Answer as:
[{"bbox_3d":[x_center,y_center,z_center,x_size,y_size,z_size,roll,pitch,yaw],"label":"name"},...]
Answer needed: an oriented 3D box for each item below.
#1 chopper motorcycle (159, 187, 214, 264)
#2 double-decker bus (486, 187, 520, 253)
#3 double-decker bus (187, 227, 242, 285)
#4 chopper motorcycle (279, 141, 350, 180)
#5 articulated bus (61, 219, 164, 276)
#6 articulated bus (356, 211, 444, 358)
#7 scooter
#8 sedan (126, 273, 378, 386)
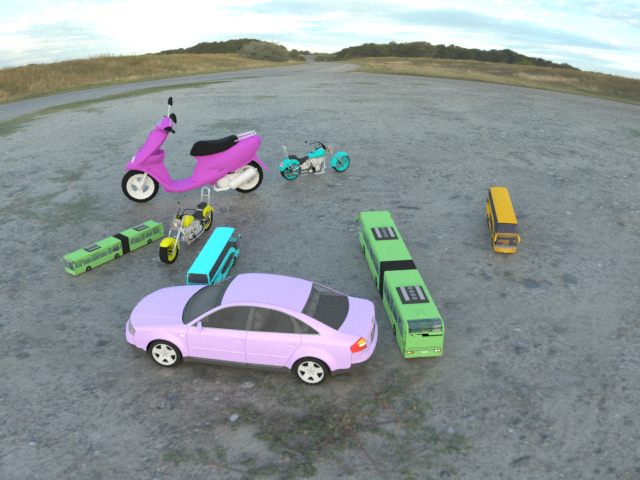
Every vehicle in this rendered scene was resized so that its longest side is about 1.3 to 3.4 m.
[{"bbox_3d":[-2.134,-0.246,11.215,0.466,0.761,1.563,9,28,17],"label":"chopper motorcycle"},{"bbox_3d":[3.019,-0.336,11.642,0.389,0.541,1.672,3,27,6],"label":"double-decker bus"},{"bbox_3d":[-1.543,0.325,10.316,0.389,0.541,1.672,4,27,7],"label":"double-decker bus"},{"bbox_3d":[-0.095,-1.634,14.000,1.563,0.761,0.466,-14,30,-26],"label":"chopper motorcycle"},{"bbox_3d":[-3.226,0.097,11.055,0.311,0.289,1.749,19,32,34],"label":"articulated bus"},{"bbox_3d":[1.071,0.491,9.960,0.605,0.561,3.401,-3,27,-6],"label":"articulated bus"},{"bbox_3d":[-2.301,-1.614,12.810,2.721,1.786,1.288,-6,27,-12],"label":"scooter"},{"bbox_3d":[-0.859,0.959,8.596,3.137,0.940,1.235,5,27,9],"label":"sedan"}]
